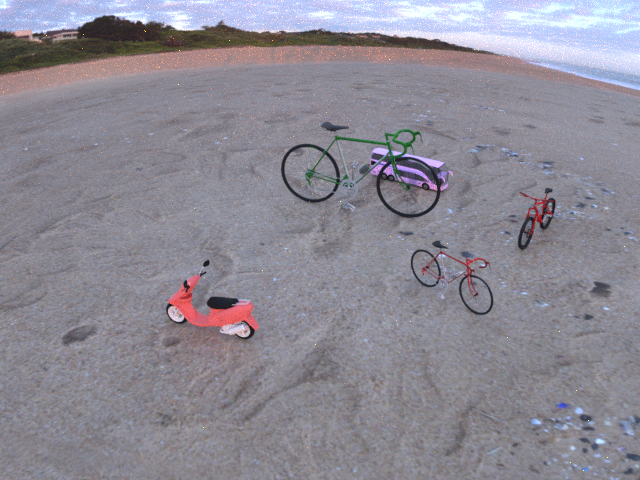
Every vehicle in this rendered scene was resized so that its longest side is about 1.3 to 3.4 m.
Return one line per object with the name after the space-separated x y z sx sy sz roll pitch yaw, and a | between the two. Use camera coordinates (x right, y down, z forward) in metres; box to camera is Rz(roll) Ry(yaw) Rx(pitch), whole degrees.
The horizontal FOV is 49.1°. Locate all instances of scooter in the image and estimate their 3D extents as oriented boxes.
-1.471 0.834 9.339 1.399 0.919 0.662 10 30 18 | scooter

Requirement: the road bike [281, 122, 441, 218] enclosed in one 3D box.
0.685 -1.291 12.511 3.004 1.656 0.697 10 30 18 | road bike

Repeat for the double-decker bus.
1.784 -1.392 13.874 1.672 0.541 0.389 17 33 29 | double-decker bus

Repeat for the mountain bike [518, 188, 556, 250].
3.663 -0.423 11.730 0.573 0.868 1.469 20 34 32 | mountain bike

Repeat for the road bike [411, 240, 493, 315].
1.878 0.484 10.061 0.358 0.852 1.545 -22 35 -34 | road bike
